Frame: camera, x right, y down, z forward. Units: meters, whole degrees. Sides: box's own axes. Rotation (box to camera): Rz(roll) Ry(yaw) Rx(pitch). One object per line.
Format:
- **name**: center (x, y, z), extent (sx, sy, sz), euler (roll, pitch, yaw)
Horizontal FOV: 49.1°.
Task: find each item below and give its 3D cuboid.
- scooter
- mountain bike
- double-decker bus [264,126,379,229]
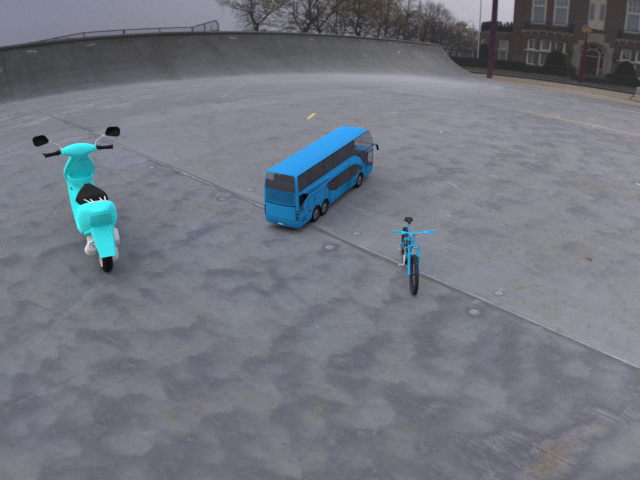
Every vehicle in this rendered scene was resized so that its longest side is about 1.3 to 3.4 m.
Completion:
- **scooter**: center (-3.559, -0.725, 10.756), extent (1.288, 1.786, 2.721), euler (-12, 28, -23)
- **mountain bike**: center (1.288, 0.143, 10.022), extent (0.573, 0.868, 1.469), euler (0, 26, -1)
- **double-decker bus**: center (0.086, -1.220, 12.614), extent (0.756, 1.052, 3.251), euler (13, 29, 24)
